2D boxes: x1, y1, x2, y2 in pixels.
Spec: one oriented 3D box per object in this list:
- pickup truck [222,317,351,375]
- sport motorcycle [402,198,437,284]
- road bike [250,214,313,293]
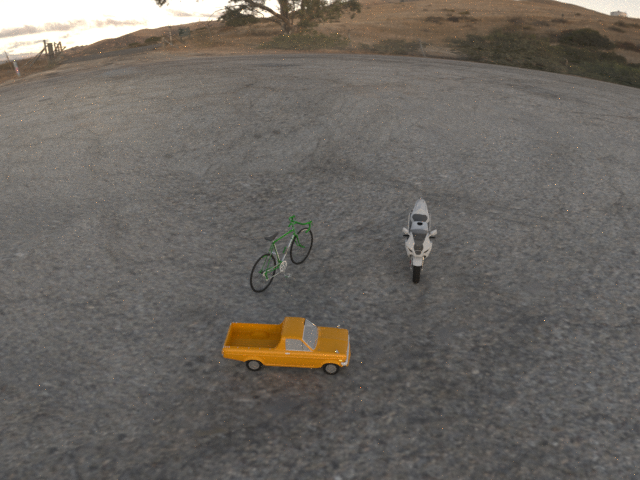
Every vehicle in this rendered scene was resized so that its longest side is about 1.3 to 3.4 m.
[{"bbox_3d":[-0.413,1.285,8.827,1.603,0.511,0.640,2,30,4],"label":"pickup truck"},{"bbox_3d":[1.518,0.000,10.783,0.506,0.821,1.520,4,30,7],"label":"sport motorcycle"},{"bbox_3d":[-0.553,0.179,10.436,0.358,0.852,1.545,19,35,30],"label":"road bike"}]
